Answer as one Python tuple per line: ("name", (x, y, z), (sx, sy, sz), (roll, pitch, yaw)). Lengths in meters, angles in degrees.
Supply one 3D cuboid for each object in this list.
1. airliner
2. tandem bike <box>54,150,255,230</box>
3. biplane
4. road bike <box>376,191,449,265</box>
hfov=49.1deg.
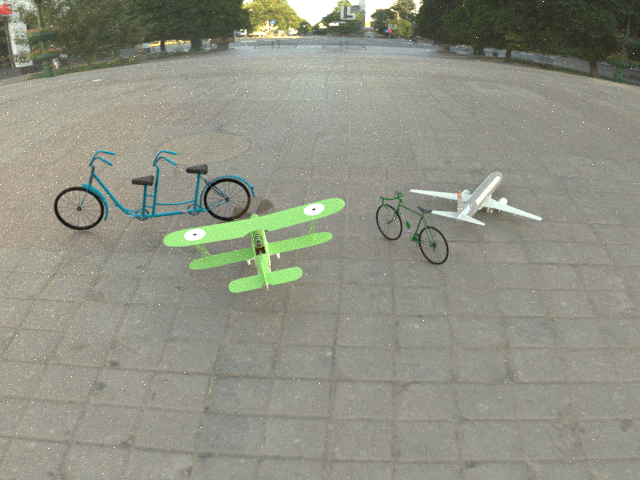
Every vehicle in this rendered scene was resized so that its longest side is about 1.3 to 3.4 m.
("airliner", (2.699, -0.879, 11.819), (2.257, 0.835, 2.541), (15, 32, 25))
("tandem bike", (-2.647, -0.818, 11.200), (3.192, 1.326, 0.550), (-4, 29, -8))
("biplane", (-0.881, 0.137, 9.825), (2.598, 0.981, 2.120), (-4, 29, -8))
("road bike", (1.376, -0.208, 10.585), (0.358, 0.852, 1.545), (-21, 35, -33))
